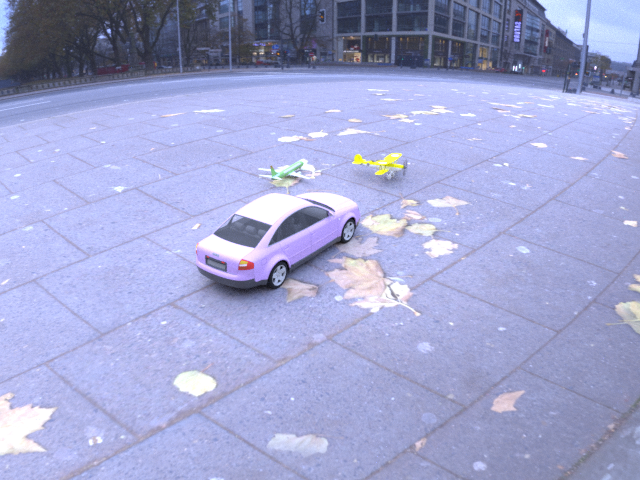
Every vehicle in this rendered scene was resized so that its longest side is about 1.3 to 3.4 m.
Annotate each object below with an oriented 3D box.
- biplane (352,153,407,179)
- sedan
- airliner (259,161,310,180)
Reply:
[{"bbox_3d":[1.190,-1.483,13.780,1.090,0.504,1.336,10,28,19],"label":"biplane"},{"bbox_3d":[-0.530,-0.203,10.638,1.235,0.940,3.137,17,31,32],"label":"sedan"},{"bbox_3d":[-0.643,-1.442,13.781,1.161,0.429,1.307,13,29,25],"label":"airliner"}]
